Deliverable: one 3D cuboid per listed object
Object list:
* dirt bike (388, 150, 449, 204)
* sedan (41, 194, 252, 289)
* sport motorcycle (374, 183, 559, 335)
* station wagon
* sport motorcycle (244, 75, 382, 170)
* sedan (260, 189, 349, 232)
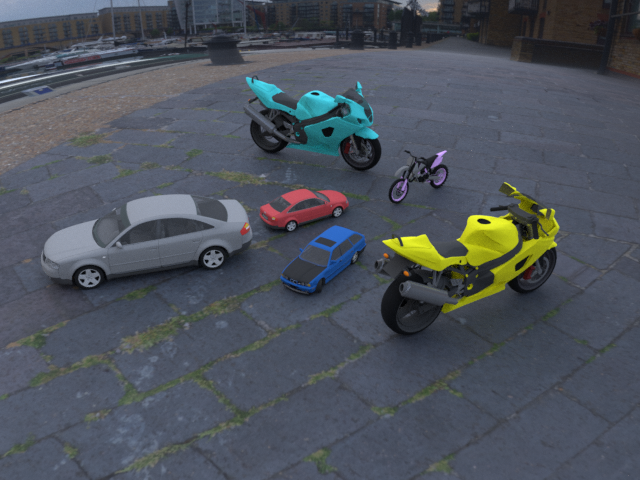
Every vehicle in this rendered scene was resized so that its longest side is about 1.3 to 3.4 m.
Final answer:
[{"bbox_3d":[1.801,-1.186,12.572,1.493,0.857,0.527,-22,36,-33],"label":"dirt bike"},{"bbox_3d":[-2.603,-0.094,10.603,3.137,0.940,1.235,-9,31,-15],"label":"sedan"},{"bbox_3d":[2.059,0.286,9.290,2.955,1.596,0.983,-15,33,-24],"label":"sport motorcycle"},{"bbox_3d":[0.061,0.242,10.487,0.682,0.473,1.597,19,35,29],"label":"station wagon"},{"bbox_3d":[-0.153,-2.316,13.785,2.955,1.596,0.983,14,33,23],"label":"sport motorcycle"},{"bbox_3d":[-0.249,-0.593,11.920,1.613,0.483,0.635,-18,34,-28],"label":"sedan"}]
